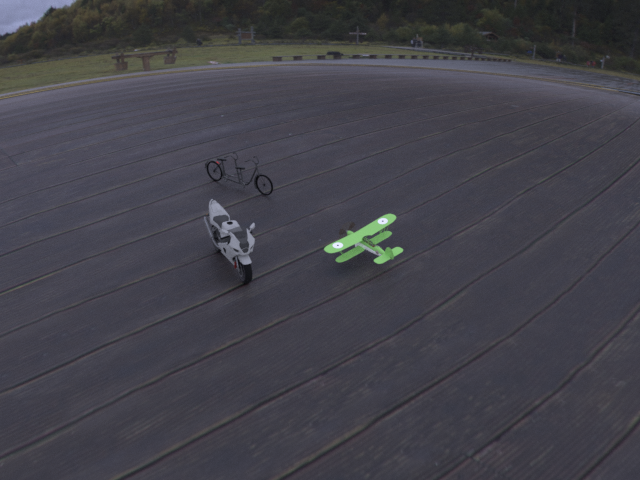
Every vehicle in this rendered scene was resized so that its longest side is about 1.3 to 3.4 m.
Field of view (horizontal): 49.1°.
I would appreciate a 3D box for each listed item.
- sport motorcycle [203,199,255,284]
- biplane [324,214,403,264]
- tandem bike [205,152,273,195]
[{"bbox_3d":[-1.314,0.011,10.249,0.506,0.821,1.520,-13,30,-23],"label":"sport motorcycle"},{"bbox_3d":[0.715,0.081,10.457,1.336,0.504,1.090,-19,33,-33],"label":"biplane"},{"bbox_3d":[-1.515,-1.277,12.889,1.642,0.682,0.283,18,32,30],"label":"tandem bike"}]
